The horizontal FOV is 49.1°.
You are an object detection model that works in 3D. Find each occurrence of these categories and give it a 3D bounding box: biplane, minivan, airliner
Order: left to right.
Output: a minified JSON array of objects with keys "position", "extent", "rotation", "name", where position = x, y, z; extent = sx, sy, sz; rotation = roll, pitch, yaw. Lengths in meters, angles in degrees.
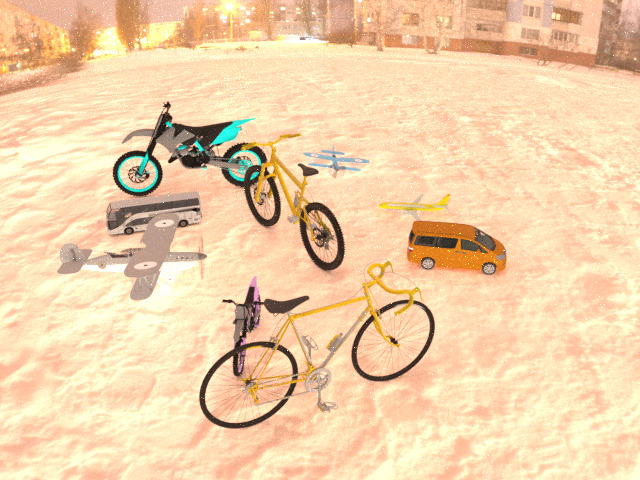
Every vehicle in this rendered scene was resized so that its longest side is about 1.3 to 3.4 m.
[{"position":[-2.718,0.284,10.293],"extent":[2.120,0.981,2.598],"rotation":[-2,29,-3],"name":"biplane"},{"position":[0.319,-1.593,14.140],"extent":[1.336,0.504,1.090],"rotation":[-2,29,-4],"name":"biplane"},{"position":[1.692,-0.678,12.579],"extent":[1.307,0.429,1.161],"rotation":[4,29,8],"name":"airliner"},{"position":[2.158,0.095,11.005],"extent":[1.548,0.616,0.681],"rotation":[5,30,8],"name":"minivan"}]

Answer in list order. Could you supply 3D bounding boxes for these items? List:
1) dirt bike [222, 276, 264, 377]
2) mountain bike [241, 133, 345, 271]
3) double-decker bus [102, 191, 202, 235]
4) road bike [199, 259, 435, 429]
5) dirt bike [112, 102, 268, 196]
[{"position":[-0.940,1.048,9.053],"extent":[0.527,0.857,1.493],"rotation":[3,29,6],"name":"dirt bike"},{"position":[-0.484,-0.670,11.275],"extent":[1.114,1.688,2.857],"rotation":[-19,34,-30],"name":"mountain bike"},{"position":[-2.889,-0.463,12.081],"extent":[1.672,0.541,0.389],"rotation":[-9,30,-15],"name":"double-decker bus"},{"position":[0.060,1.201,7.959],"extent":[3.004,1.656,0.697],"rotation":[-13,32,-22],"name":"road bike"},{"position":[-2.424,-1.659,13.068],"extent":[2.903,1.666,1.024],"rotation":[-6,30,-11],"name":"dirt bike"}]
